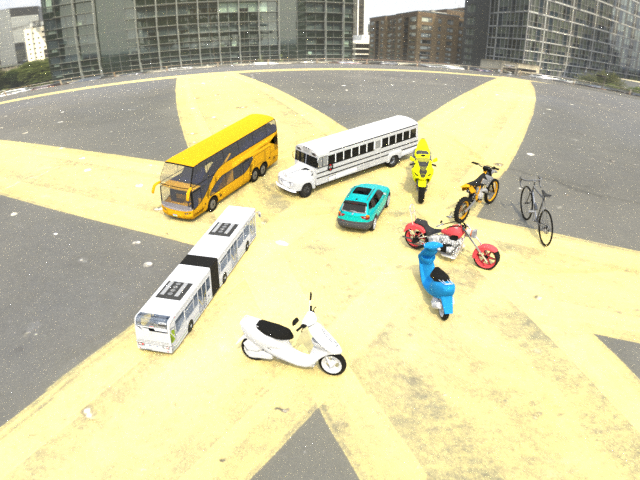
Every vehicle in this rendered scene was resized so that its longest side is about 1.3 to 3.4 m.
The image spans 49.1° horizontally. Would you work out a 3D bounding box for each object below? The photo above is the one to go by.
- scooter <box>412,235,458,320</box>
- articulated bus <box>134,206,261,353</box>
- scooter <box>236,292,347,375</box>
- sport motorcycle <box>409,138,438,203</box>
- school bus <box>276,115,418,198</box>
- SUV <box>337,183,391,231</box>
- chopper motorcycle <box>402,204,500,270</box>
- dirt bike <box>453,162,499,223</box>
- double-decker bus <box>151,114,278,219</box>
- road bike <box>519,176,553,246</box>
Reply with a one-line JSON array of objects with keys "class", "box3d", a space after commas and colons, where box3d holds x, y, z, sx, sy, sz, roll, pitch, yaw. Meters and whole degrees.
[{"class": "scooter", "box3d": [1.606, 0.434, 9.710, 0.662, 0.919, 1.399, -4, 28, -7]}, {"class": "articulated bus", "box3d": [-1.659, 0.430, 10.099, 0.605, 0.561, 3.401, 7, 29, 12]}, {"class": "scooter", "box3d": [-0.355, 1.144, 8.371, 1.399, 0.919, 0.662, 8, 29, 15]}, {"class": "sport motorcycle", "box3d": [1.909, -1.309, 13.103, 0.506, 0.821, 1.520, 3, 28, 6]}, {"class": "school bus", "box3d": [0.580, -1.692, 13.801, 3.322, 0.844, 0.709, -22, 35, -35]}, {"class": "SUV", "box3d": [0.779, -0.673, 12.160, 0.656, 0.580, 1.572, 9, 29, 17]}, {"class": "chopper motorcycle", "box3d": [2.021, -0.052, 10.796, 1.563, 0.761, 0.466, 16, 32, 27]}, {"class": "dirt bike", "box3d": [2.765, -0.871, 12.238, 0.527, 0.857, 1.493, 22, 35, 35]}, {"class": "double-decker bus", "box3d": [-1.819, -1.401, 13.031, 0.756, 1.052, 3.251, 13, 30, 22]}, {"class": "road bike", "box3d": [3.593, -0.528, 11.598, 0.358, 0.852, 1.545, -2, 28, -3]}]
